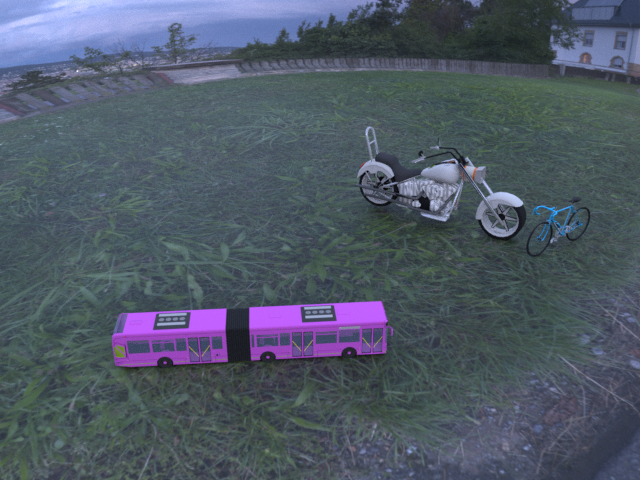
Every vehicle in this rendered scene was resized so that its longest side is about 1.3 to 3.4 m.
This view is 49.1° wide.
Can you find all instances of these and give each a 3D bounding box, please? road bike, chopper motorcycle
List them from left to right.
[{"bbox_3d":[2.015,-0.983,11.896,3.040,1.480,0.906,16,32,27],"label":"chopper motorcycle"},{"bbox_3d":[3.843,-0.250,11.180,1.545,0.852,0.358,-18,33,-30],"label":"road bike"}]

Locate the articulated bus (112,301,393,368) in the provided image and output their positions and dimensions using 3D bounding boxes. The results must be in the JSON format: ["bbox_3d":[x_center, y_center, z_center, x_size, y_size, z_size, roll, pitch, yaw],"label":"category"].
[{"bbox_3d":[-0.826,1.180,8.784,3.401,0.561,0.605,-2,28,-4],"label":"articulated bus"}]
